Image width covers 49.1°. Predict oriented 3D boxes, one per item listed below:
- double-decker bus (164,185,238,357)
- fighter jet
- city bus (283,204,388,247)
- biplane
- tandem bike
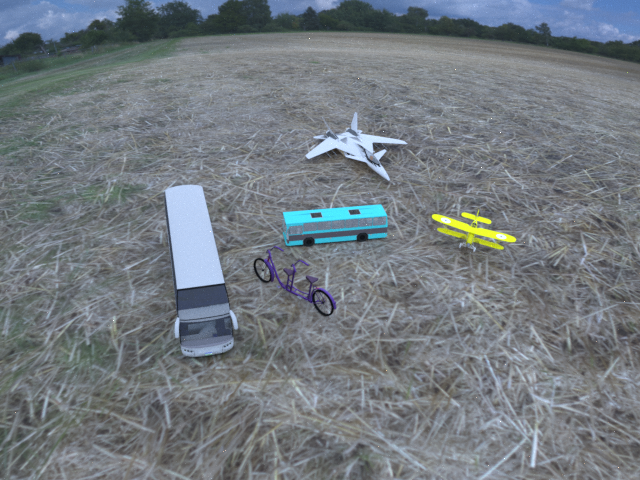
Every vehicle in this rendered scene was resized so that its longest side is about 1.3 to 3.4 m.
[{"bbox_3d":[-1.753,0.352,9.829,0.756,1.052,3.251,-7,31,-12],"label":"double-decker bus"},{"bbox_3d":[0.847,-1.889,14.223,2.229,0.557,2.640,-11,32,-18],"label":"fighter jet"},{"bbox_3d":[0.242,-0.227,11.430,1.674,0.460,0.476,-5,30,-9],"label":"city bus"},{"bbox_3d":[2.471,-0.142,11.236,1.336,0.504,1.090,9,31,16],"label":"biplane"},{"bbox_3d":[-0.388,0.540,9.871,1.642,0.682,0.283,25,38,36],"label":"tandem bike"}]
